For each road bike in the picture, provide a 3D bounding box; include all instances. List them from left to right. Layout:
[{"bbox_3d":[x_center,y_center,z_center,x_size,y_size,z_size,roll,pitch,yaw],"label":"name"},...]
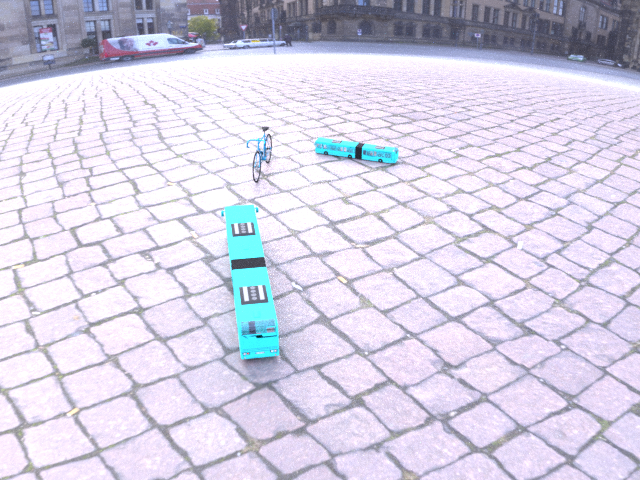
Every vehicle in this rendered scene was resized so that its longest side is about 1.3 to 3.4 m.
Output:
[{"bbox_3d":[-1.114,-1.715,13.545,0.358,0.852,1.545,4,29,8],"label":"road bike"}]

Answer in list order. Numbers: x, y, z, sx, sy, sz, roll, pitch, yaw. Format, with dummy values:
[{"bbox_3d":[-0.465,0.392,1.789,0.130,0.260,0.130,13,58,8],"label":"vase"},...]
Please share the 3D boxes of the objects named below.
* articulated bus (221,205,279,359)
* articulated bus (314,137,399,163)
[{"bbox_3d":[-1.011,0.449,9.918,0.605,0.561,3.401,-5,29,-8],"label":"articulated bus"},{"bbox_3d":[0.733,-1.838,14.352,1.749,0.289,0.311,10,31,18],"label":"articulated bus"}]
